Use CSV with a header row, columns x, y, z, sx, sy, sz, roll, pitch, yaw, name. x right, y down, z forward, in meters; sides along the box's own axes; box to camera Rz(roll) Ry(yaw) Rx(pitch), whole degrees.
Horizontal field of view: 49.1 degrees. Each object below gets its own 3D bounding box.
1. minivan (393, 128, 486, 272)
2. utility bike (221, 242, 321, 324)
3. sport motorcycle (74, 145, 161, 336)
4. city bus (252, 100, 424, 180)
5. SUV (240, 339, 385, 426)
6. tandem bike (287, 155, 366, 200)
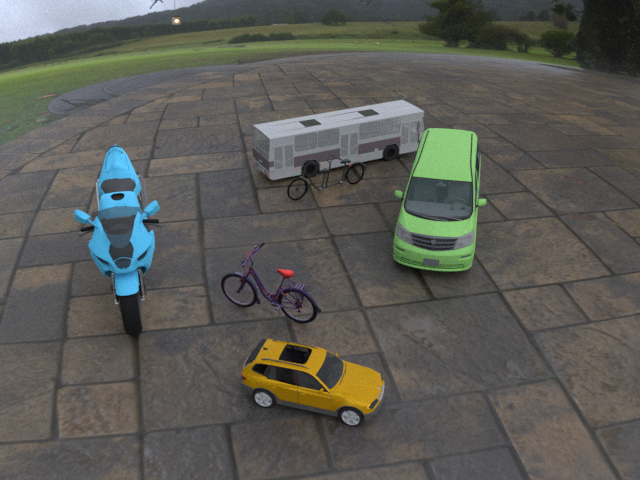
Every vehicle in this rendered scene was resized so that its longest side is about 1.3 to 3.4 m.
x,y,z,sx,sy,sz,roll,pitch,yaw,name
1.869,-0.684,10.766,1.324,1.197,3.011,6,30,11,minivan
-0.660,0.592,8.762,1.435,0.946,0.535,13,32,21,utility bike
-2.599,-0.075,9.281,0.983,1.596,2.955,-8,30,-13,sport motorcycle
0.381,-1.876,13.182,3.255,0.894,0.926,-14,32,-23,city bus
-0.083,1.483,7.556,1.572,0.580,0.656,8,31,14,SUV
0.136,-1.145,12.105,1.642,0.682,0.283,-18,34,-28,tandem bike
